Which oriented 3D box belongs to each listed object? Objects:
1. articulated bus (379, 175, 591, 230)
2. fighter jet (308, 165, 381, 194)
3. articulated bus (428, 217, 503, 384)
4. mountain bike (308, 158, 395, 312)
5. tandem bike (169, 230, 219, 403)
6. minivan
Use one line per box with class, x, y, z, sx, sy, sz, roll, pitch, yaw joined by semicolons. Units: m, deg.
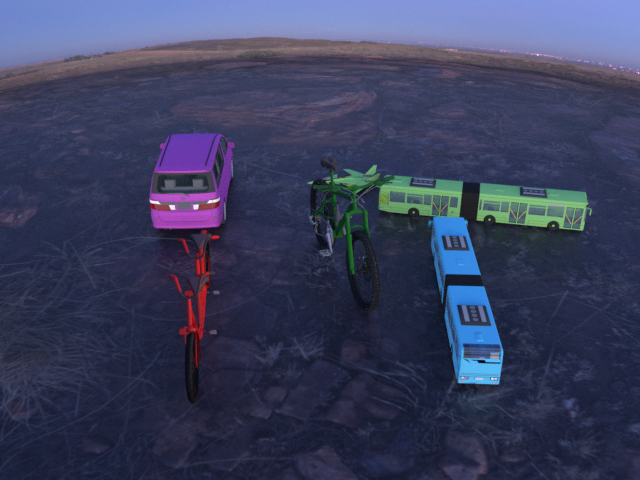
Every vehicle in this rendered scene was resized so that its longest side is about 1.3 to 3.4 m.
articulated bus;2.709;-0.634;11.751;3.401;0.561;0.605;6;29;11
fighter jet;0.436;-1.160;13.010;1.358;0.286;1.147;-2;29;-4
articulated bus;1.891;0.653;9.375;0.605;0.561;3.401;1;28;2
mountain bike;0.298;-0.255;9.868;1.114;1.688;2.857;-8;30;-15
tandem bike;-1.507;0.601;8.668;0.550;1.326;3.192;-2;29;-4
minivan;-2.173;-1.214;12.155;1.324;1.197;3.011;-1;28;-2
